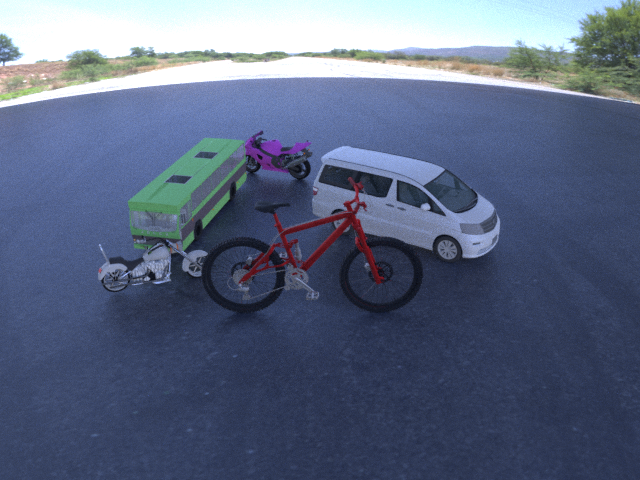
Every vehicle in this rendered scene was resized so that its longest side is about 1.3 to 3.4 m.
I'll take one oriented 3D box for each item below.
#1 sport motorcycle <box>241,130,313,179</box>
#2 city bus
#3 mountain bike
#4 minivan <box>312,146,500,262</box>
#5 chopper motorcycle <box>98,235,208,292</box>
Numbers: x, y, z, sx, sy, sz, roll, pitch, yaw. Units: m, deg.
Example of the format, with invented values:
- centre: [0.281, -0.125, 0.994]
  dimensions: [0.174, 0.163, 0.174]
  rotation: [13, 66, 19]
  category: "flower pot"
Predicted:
- centre: [-0.866, -1.643, 13.695]
  dimensions: [1.520, 0.821, 0.506]
  rotation: [9, 27, 18]
  category: "sport motorcycle"
- centre: [-2.131, -0.819, 11.898]
  dimensions: [0.926, 0.894, 3.255]
  rotation: [5, 26, 11]
  category: "city bus"
- centre: [-0.098, 0.188, 8.887]
  dimensions: [2.857, 1.688, 1.114]
  rotation: [0, 26, 0]
  category: "mountain bike"
- centre: [1.366, -0.633, 11.160]
  dimensions: [3.011, 1.197, 1.324]
  rotation: [15, 30, 29]
  category: "minivan"
- centre: [-2.297, 0.286, 9.753]
  dimensions: [1.563, 0.761, 0.466]
  rotation: [-11, 28, -22]
  category: "chopper motorcycle"
